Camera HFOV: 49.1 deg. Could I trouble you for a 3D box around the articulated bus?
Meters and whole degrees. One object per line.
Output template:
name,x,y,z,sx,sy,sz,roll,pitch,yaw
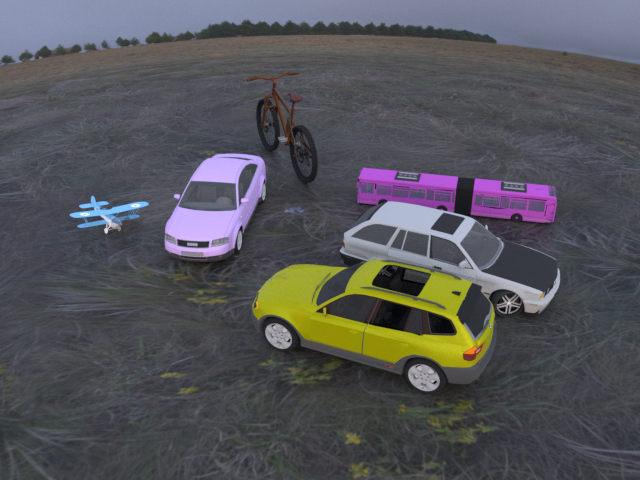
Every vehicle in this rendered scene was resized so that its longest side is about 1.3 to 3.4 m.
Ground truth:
articulated bus,2.317,-0.786,12.178,3.401,0.561,0.605,7,30,12

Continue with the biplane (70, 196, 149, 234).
biplane,-3.528,-0.435,11.608,1.336,0.504,1.090,-24,37,-36

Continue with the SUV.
SUV,0.635,0.856,8.664,3.058,1.128,1.276,13,32,21

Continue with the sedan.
sedan,-1.688,-0.709,11.651,1.235,0.940,3.137,4,29,7

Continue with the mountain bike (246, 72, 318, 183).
mountain bike,-0.693,-2.256,13.651,1.114,1.688,2.857,-13,32,-22

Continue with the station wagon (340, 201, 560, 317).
station wagon,1.875,0.170,10.102,3.105,0.920,1.327,14,32,24
